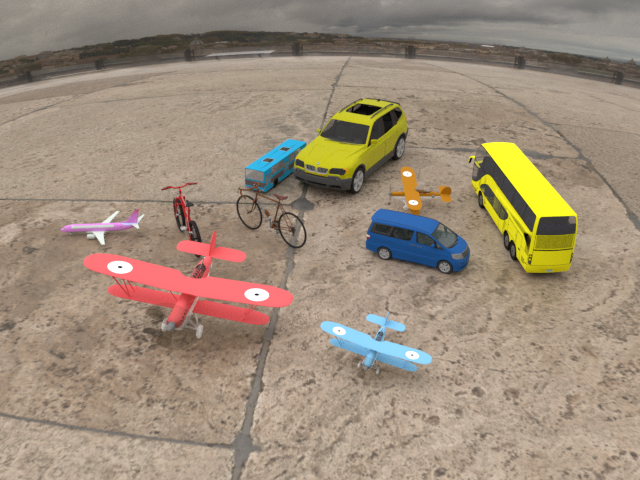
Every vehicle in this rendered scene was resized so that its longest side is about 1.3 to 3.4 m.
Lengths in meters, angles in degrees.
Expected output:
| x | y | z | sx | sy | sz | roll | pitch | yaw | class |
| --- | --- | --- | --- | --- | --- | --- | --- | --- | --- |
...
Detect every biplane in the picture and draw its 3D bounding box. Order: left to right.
| x | y | z | sx | sy | sz | roll | pitch | yaw | class |
| --- | --- | --- | --- | --- | --- | --- | --- | --- | --- |
| -1.580 | 0.583 | 9.047 | 2.598 | 0.981 | 2.120 | 3 | 29 | 6 | biplane |
| 0.699 | 1.240 | 8.340 | 1.336 | 0.504 | 1.090 | 9 | 30 | 16 | biplane |
| 1.712 | -0.769 | 12.026 | 1.090 | 0.504 | 1.336 | 0 | 29 | -1 | biplane |

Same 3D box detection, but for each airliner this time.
| x | y | z | sx | sy | sz | roll | pitch | yaw | class |
| --- | --- | --- | --- | --- | --- | --- | --- | --- | --- |
| -3.513 | -0.287 | 11.219 | 1.307 | 0.429 | 1.161 | -2 | 29 | -3 | airliner |

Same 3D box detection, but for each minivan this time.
| x | y | z | sx | sy | sz | roll | pitch | yaw | class |
| --- | --- | --- | --- | --- | --- | --- | --- | --- | --- |
| 1.480 | -0.003 | 10.504 | 1.548 | 0.616 | 0.681 | 13 | 31 | 22 | minivan |

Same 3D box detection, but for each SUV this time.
| x | y | z | sx | sy | sz | roll | pitch | yaw | class |
| --- | --- | --- | --- | --- | --- | --- | --- | --- | --- |
| 0.661 | -1.896 | 13.442 | 1.276 | 1.128 | 3.058 | 15 | 32 | 26 | SUV |

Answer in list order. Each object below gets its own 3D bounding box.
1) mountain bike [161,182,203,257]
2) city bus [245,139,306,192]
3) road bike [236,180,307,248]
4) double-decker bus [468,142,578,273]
| x | y | z | sx | sy | sz | roll | pitch | yaw | class |
| --- | --- | --- | --- | --- | --- | --- | --- | --- | --- |
| -2.077 | -0.353 | 10.882 | 0.573 | 0.868 | 1.469 | -13 | 31 | -22 | mountain bike |
| -0.807 | -1.404 | 13.237 | 0.476 | 0.460 | 1.674 | 13 | 31 | 23 | city bus |
| -0.788 | -0.410 | 11.004 | 1.545 | 0.852 | 0.358 | 23 | 36 | 35 | road bike |
| 3.161 | -0.642 | 11.221 | 0.756 | 1.052 | 3.251 | -2 | 29 | -4 | double-decker bus |
